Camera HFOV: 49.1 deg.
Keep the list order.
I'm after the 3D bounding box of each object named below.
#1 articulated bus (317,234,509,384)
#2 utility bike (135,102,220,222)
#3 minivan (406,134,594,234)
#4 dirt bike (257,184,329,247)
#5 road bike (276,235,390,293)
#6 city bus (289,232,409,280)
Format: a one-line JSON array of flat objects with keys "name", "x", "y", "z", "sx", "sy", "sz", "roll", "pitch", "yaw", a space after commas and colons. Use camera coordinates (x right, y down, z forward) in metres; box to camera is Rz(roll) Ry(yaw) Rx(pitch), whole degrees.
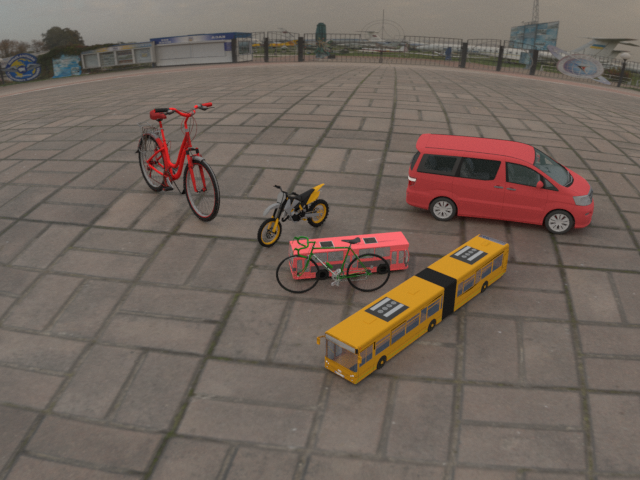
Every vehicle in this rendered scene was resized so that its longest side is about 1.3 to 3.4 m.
[{"name": "articulated bus", "x": 1.328, "y": 0.761, "z": 8.867, "sx": 0.605, "sy": 0.561, "sz": 3.401, "roll": 23, "pitch": 35, "yaw": 37}, {"name": "utility bike", "x": -2.401, "y": -1.494, "z": 11.850, "sx": 1.039, "sy": 1.839, "sz": 2.791, "roll": -21, "pitch": 34, "yaw": -35}, {"name": "minivan", "x": 2.972, "y": -0.981, "z": 11.554, "sx": 3.011, "sy": 1.197, "sz": 1.324, "roll": 7, "pitch": 28, "yaw": 14}, {"name": "dirt bike", "x": -0.394, "y": -0.442, "z": 10.879, "sx": 1.493, "sy": 0.857, "sz": 0.527, "roll": -24, "pitch": 36, "yaw": -39}, {"name": "road bike", "x": 0.179, "y": 0.339, "z": 9.369, "sx": 1.545, "sy": 0.852, "sz": 0.358, "roll": -1, "pitch": 27, "yaw": -2}, {"name": "city bus", "x": 0.410, "y": 0.237, "z": 9.995, "sx": 1.674, "sy": 0.460, "sz": 0.476, "roll": -5, "pitch": 28, "yaw": -9}]
